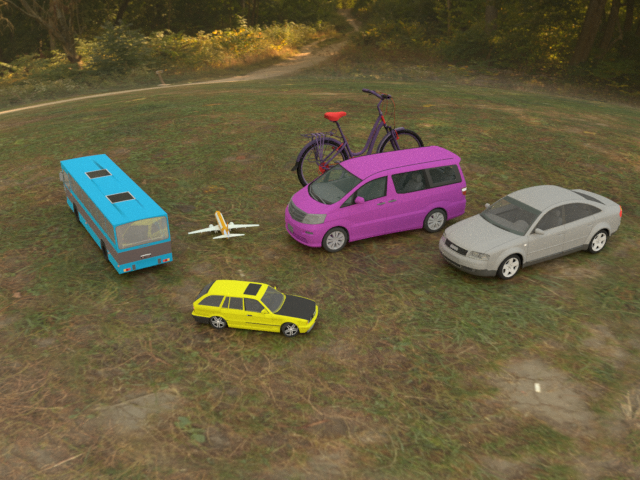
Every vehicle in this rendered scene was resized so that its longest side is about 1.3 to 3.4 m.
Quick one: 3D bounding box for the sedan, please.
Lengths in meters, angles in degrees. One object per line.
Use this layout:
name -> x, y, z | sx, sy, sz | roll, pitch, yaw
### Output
sedan -> 3.265, -0.248, 10.767 | 3.137, 0.940, 1.235 | -13, 28, -26

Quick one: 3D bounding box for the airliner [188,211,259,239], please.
airliner -> -1.608, -0.322, 11.522 | 1.161, 0.429, 1.307 | -7, 26, -15

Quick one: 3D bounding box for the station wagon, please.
station wagon -> -0.822, 0.839, 9.013 | 1.597, 0.473, 0.682 | 5, 26, 10

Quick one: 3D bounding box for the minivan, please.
minivan -> 0.907, -0.730, 11.488 | 3.011, 1.197, 1.324 | -11, 27, -22

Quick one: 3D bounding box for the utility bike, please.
utility bike -> 0.722, -1.886, 13.184 | 2.791, 1.839, 1.039 | -10, 27, -20

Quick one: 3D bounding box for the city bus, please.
city bus -> -3.352, -0.473, 11.297 | 0.926, 0.894, 3.255 | -15, 29, -28
